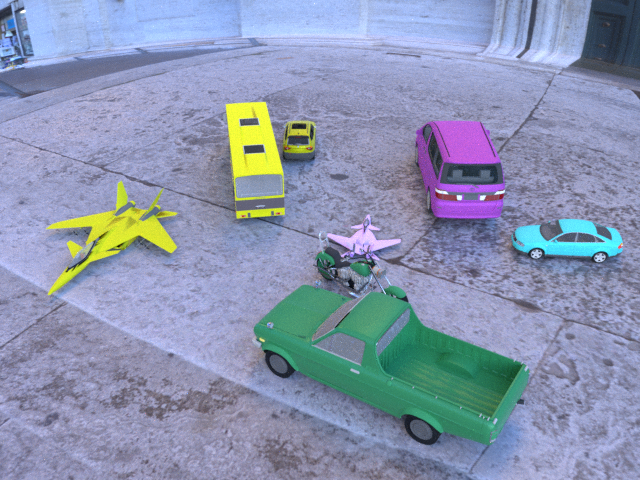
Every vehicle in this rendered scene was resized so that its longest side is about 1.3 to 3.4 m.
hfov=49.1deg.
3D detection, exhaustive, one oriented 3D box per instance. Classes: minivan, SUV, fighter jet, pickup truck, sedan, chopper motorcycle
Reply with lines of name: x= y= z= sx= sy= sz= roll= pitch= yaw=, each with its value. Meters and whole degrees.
minivan: x=2.377 y=-1.434 z=12.197 sx=1.324 sy=1.197 sz=3.011 roll=0 pitch=32 yaw=1
SUV: x=-0.399 y=-2.057 z=13.804 sx=0.656 sy=0.580 sz=1.572 roll=0 pitch=32 yaw=1
fighter jet: x=-3.299 y=-0.047 z=10.546 sx=2.229 sy=0.557 sz=2.640 roll=10 pitch=33 yaw=16
pickup truck: x=0.736 y=1.271 z=7.978 sx=3.117 sy=0.993 sz=1.244 roll=19 pitch=36 yaw=28
fighter jet: x=0.700 y=-0.149 z=10.971 sx=1.147 sy=0.286 sz=1.358 roll=5 pitch=32 yaw=8
sedan: x=3.733 y=-0.033 z=10.594 sx=1.613 sy=0.483 sz=0.635 roll=3 pitch=32 yaw=5
chopper motorcycle: x=0.547 y=0.446 z=9.546 sx=1.563 sy=0.761 sz=0.466 roll=25 pitch=39 yaw=35

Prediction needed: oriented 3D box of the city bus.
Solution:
city bus: x=-1.204 y=-1.473 z=12.550 sx=0.926 sy=0.894 sz=3.255 roll=-5 pitch=32 yaw=-7
